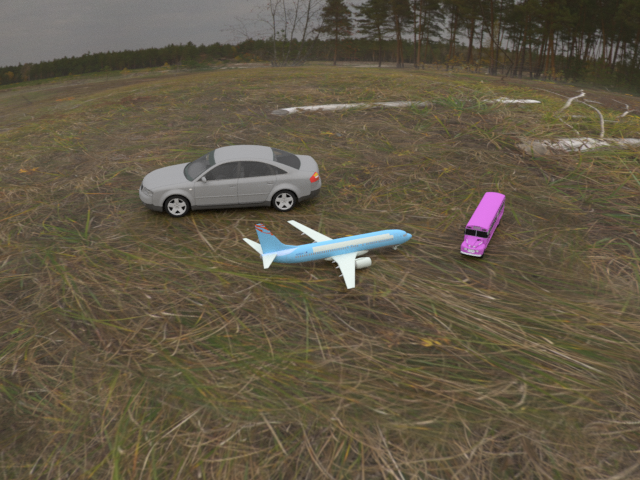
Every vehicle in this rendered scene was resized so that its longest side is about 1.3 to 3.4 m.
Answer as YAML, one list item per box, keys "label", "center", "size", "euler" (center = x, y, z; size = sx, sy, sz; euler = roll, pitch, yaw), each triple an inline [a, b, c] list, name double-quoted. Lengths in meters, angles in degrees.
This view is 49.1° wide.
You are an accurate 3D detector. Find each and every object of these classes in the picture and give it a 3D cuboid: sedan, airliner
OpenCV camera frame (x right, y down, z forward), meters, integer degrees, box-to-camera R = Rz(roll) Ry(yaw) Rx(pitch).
- label: "sedan"
  center: [-1.546, -1.097, 12.126]
  size: [3.137, 0.940, 1.235]
  euler: [-3, 27, -7]
- label: "airliner"
  center: [0.236, -0.050, 10.167]
  size: [2.541, 0.835, 2.257]
  euler: [-11, 29, -20]

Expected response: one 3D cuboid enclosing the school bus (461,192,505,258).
- label: "school bus"
  center: [2.572, -0.250, 11.008]
  size: [0.365, 0.434, 1.708]
  euler: [11, 29, 21]
